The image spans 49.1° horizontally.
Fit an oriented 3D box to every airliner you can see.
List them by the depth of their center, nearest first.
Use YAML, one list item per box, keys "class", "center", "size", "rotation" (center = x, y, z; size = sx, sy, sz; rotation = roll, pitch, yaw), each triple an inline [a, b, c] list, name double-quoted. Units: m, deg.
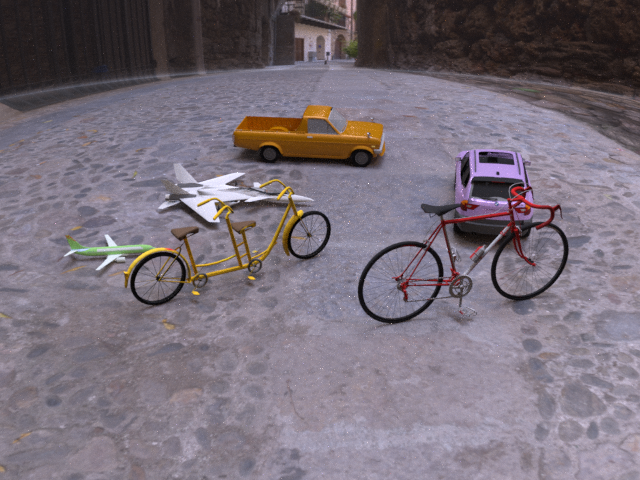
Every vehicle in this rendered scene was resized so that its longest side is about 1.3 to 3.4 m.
- class: "airliner"
  center: [-3.126, 0.077, 10.479]
  size: [1.307, 0.429, 1.161]
  rotation: [-4, 27, -8]

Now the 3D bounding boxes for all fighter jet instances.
- class: "fighter jet"
  center: [-1.412, -0.901, 12.296]
  size: [2.640, 0.557, 2.229]
  rotation: [2, 27, 5]

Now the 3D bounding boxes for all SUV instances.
- class: "SUV"
  center: [2.916, -1.009, 11.872]
  size: [1.276, 1.128, 3.058]
  rotation: [5, 27, 9]

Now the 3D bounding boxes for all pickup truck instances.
- class: "pickup truck"
  center: [-0.198, -2.215, 14.443]
  size: [3.117, 0.993, 1.244]
  rotation: [4, 27, 7]

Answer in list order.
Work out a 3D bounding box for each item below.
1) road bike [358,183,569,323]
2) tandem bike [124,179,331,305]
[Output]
- class: "road bike"
  center: [1.894, 0.192, 8.874]
  size: [3.004, 1.656, 0.697]
  rotation: [-8, 28, -16]
- class: "tandem bike"
  center: [-1.176, -0.016, 9.662]
  size: [3.192, 1.326, 0.550]
  rotation: [-16, 31, -29]
